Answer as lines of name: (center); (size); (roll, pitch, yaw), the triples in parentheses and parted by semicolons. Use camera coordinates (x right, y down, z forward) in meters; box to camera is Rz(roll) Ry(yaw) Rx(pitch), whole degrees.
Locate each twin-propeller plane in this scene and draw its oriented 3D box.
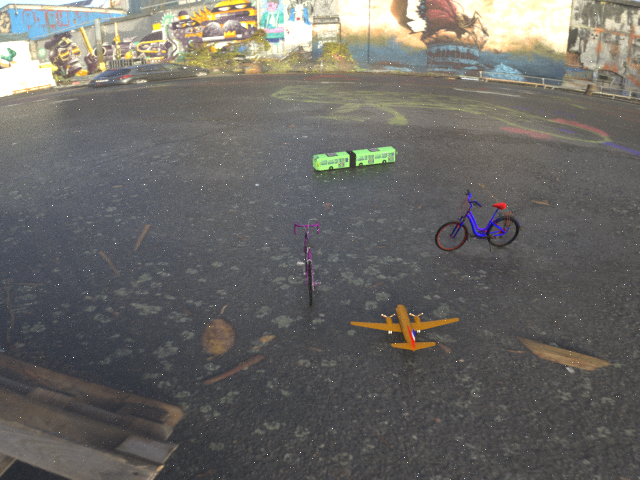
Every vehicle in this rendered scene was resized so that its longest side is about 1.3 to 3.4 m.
twin-propeller plane: (1.072, 1.034, 8.685); (1.370, 0.407, 1.095); (-2, 26, -3)

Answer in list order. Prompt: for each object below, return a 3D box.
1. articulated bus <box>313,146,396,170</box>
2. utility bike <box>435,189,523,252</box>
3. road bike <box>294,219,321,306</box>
articulated bus: (0.720, -1.672, 14.350); (1.749, 0.289, 0.311); (-9, 27, -17)
utility bike: (2.476, -0.252, 10.701); (1.435, 0.946, 0.535); (-5, 26, -10)
road bike: (-0.160, 0.267, 9.746); (0.358, 0.852, 1.545); (-2, 26, -4)
